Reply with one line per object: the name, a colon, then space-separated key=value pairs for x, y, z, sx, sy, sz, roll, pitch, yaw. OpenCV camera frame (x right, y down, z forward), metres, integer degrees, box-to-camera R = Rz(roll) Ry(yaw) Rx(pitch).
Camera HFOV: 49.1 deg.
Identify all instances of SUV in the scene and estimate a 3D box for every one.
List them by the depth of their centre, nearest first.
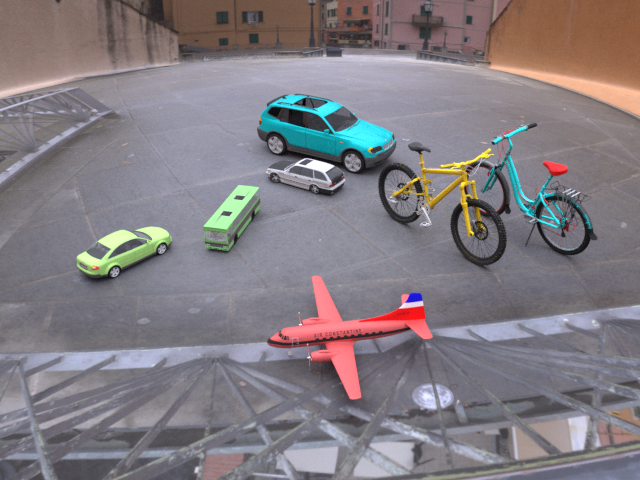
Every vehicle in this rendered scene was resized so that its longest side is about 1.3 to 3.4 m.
SUV: x=0.117 y=-2.347 z=14.901 sx=3.058 sy=1.128 sz=1.276 roll=16 pitch=33 yaw=26

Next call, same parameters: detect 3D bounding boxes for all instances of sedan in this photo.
sedan: x=-3.101 y=0.113 z=11.193 sx=0.635 sy=0.483 sz=1.613 roll=22 pitch=36 yaw=34

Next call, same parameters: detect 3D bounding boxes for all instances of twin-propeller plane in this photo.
twin-propeller plane: x=0.359 y=1.105 z=9.118 sx=2.129 sy=0.792 sz=2.663 roll=-5 pitch=30 yaw=-9

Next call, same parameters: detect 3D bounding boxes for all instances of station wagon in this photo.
station wagon: x=-0.303 y=-1.326 z=13.756 sx=1.597 sy=0.473 sz=0.682 roll=17 pitch=34 yaw=28

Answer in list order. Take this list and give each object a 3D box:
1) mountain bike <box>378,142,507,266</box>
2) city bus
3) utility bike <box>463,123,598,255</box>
mountain bike: x=1.937 y=-0.728 z=11.459 sx=1.114 sy=1.688 sz=2.857 roll=-20 pitch=35 yaw=-32
city bus: x=-1.493 y=-0.388 z=12.106 sx=0.476 sy=0.460 sz=1.674 roll=7 pitch=30 yaw=13
utility bike: x=3.359 y=-0.860 z=11.539 sx=1.039 sy=1.839 sz=2.791 roll=-20 pitch=35 yaw=-31
